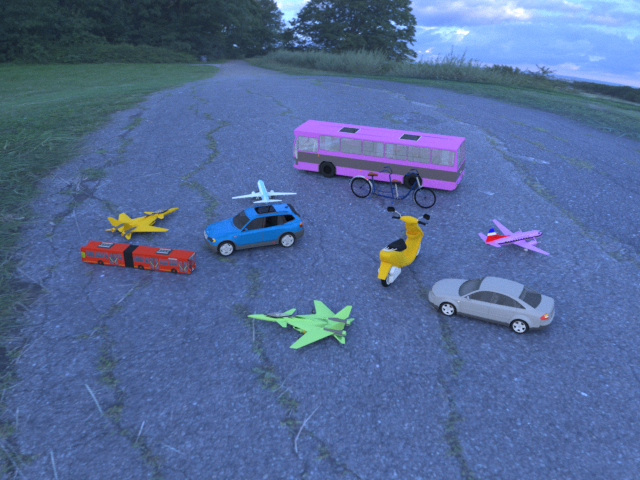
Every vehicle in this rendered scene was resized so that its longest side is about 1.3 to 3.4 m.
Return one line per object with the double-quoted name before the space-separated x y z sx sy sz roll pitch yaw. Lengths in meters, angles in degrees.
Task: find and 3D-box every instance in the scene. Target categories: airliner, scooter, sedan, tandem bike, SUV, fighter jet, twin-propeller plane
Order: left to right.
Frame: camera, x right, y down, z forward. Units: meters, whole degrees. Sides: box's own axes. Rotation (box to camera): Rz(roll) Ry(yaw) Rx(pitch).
"fighter jet" -2.875 -0.403 11.717 1.147 0.286 1.358 18 31 33
"SUV" -1.033 -0.202 10.962 1.572 0.580 0.656 -8 27 -16
"airliner" -1.024 -0.943 12.672 1.161 0.429 1.307 -5 26 -10
"fighter jet" -0.280 0.976 8.857 1.358 0.286 1.147 6 26 13
"tandem bike" 1.277 -0.975 12.448 1.642 0.682 0.283 11 28 22
"scooter" 1.184 0.053 10.043 0.662 0.919 1.399 14 29 26
"sedan" 2.212 0.757 9.085 1.613 0.483 0.635 12 28 23
"twin-propeller plane" 3.031 -0.069 10.886 1.095 0.407 1.370 -10 28 -21

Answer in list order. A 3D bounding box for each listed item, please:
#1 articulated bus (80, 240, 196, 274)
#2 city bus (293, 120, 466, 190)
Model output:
"articulated bus" -2.685 0.251 10.358 1.749 0.289 0.311 6 26 12
"city bus" 1.121 -1.631 13.564 3.255 0.894 0.926 10 28 20
